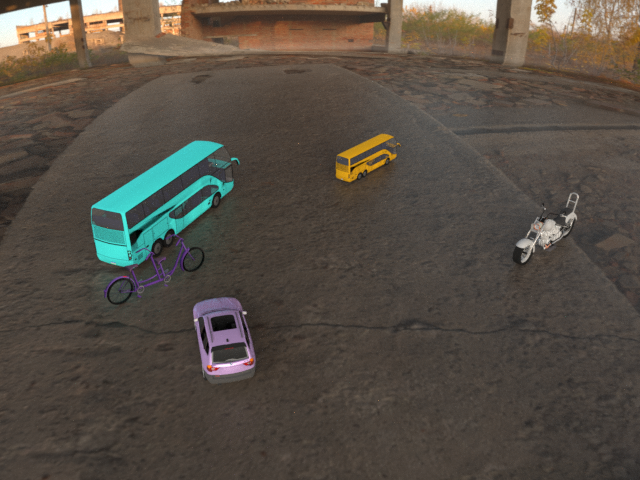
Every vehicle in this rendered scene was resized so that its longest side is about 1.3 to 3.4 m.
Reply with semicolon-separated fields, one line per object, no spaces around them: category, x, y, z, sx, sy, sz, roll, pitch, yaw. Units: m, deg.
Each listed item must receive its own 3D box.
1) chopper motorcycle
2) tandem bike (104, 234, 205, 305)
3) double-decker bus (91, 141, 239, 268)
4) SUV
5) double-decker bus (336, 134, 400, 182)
chopper motorcycle;3.484;-0.177;10.755;1.563;0.761;0.466;-24;37;-36
tandem bike;-2.309;0.378;9.847;1.642;0.682;0.283;-25;38;-37
double-decker bus;-2.415;-0.698;11.388;0.756;1.052;3.251;12;31;20
SUV;-1.192;1.134;8.602;0.656;0.580;1.572;-7;30;-13
double-decker bus;0.932;-1.611;13.536;0.389;0.541;1.672;22;36;34
